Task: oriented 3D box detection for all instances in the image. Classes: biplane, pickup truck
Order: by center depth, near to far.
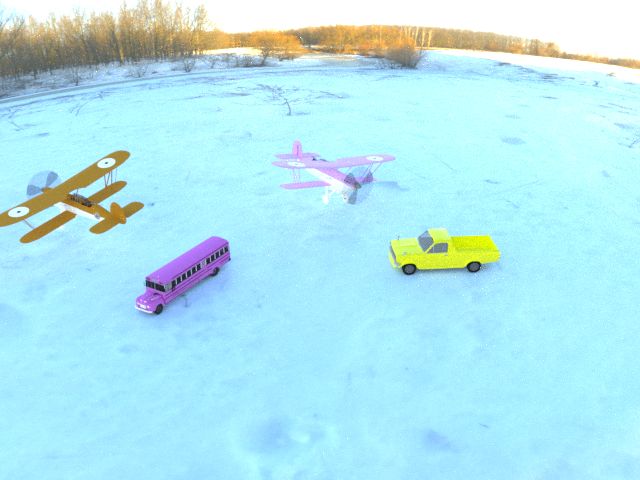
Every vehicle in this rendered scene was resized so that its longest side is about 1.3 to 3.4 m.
[{"bbox_3d":[1.835,0.133,10.381,1.603,0.511,0.640,-2,27,-4],"label":"pickup truck"},{"bbox_3d":[-3.824,-0.533,11.172,2.120,0.981,2.598,18,32,31],"label":"biplane"},{"bbox_3d":[0.109,-1.258,12.596,2.598,0.981,2.120,-18,32,-31],"label":"biplane"}]

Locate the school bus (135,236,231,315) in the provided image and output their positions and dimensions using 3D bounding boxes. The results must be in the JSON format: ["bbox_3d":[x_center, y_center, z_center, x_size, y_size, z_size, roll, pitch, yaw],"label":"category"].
[{"bbox_3d":[-1.905,0.475,9.794,0.365,0.434,1.708,15,31,27],"label":"school bus"}]
